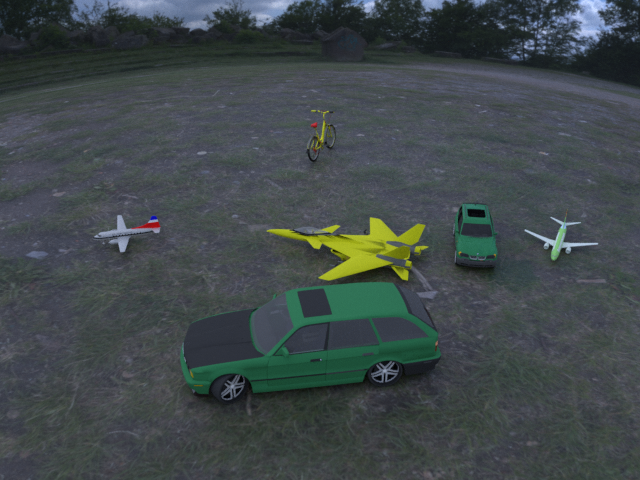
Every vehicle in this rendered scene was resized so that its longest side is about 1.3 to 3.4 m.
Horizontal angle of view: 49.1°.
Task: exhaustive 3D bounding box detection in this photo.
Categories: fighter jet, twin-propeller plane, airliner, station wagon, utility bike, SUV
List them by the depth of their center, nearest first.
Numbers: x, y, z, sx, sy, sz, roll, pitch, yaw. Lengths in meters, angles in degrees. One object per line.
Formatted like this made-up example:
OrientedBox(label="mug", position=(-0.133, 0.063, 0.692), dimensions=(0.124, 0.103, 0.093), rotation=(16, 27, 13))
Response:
OrientedBox(label="station wagon", position=(-0.138, 1.141, 8.513), dimensions=(3.105, 0.920, 1.327), rotation=(-5, 28, -9))
OrientedBox(label="fighter jet", position=(0.317, -0.059, 11.174), dimensions=(2.640, 0.557, 2.229), rotation=(12, 30, 21))
OrientedBox(label="SUV", position=(2.488, -0.104, 11.235), dimensions=(0.656, 0.580, 1.572), rotation=(4, 28, 7))
OrientedBox(label="airliner", position=(3.895, -0.075, 11.341), dimensions=(1.161, 0.429, 1.307), rotation=(12, 30, 22))
OrientedBox(label="twin-propeller plane", position=(-3.183, -0.158, 11.523), dimensions=(1.095, 0.407, 1.370), rotation=(-8, 29, -14))
OrientedBox(label="utility bike", position=(-0.017, -2.274, 14.953), dimensions=(0.535, 0.946, 1.435), rotation=(12, 30, 22))
